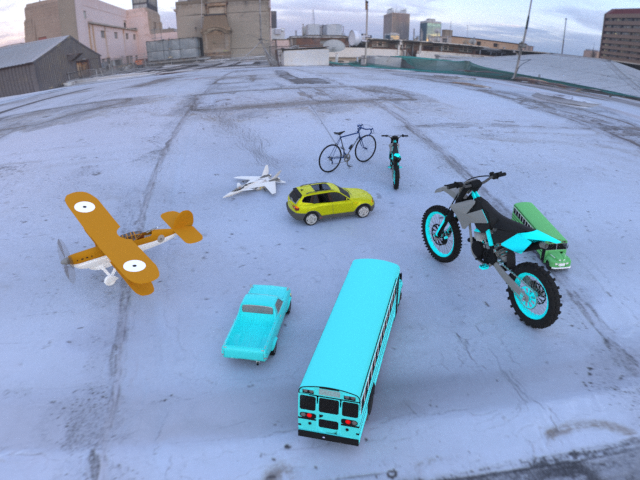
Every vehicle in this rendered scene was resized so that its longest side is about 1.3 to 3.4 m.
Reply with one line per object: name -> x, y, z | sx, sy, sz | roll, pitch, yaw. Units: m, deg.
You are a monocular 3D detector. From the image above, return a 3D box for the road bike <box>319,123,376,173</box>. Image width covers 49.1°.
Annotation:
road bike -> 0.584, -1.900, 14.383 | 1.545, 0.852, 0.358 | -20, 34, -33

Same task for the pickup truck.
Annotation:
pickup truck -> -0.800, 1.024, 9.161 | 0.640, 0.511, 1.603 | 4, 28, 8

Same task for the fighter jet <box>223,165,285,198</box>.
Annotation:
fighter jet -> -1.347, -1.089, 13.441 | 1.147, 0.286, 1.358 | 24, 36, 38

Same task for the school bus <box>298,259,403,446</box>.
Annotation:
school bus -> 0.485, 1.125, 8.609 | 0.709, 0.844, 3.322 | 7, 28, 12

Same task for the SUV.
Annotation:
SUV -> 0.189, -0.706, 12.393 | 1.572, 0.580, 0.656 | -9, 29, -16

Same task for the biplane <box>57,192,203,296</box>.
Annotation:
biplane -> -2.813, 0.070, 10.477 | 2.120, 0.981, 2.598 | -20, 34, -33

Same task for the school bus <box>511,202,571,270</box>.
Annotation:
school bus -> 3.583, -0.076, 11.346 | 0.365, 0.434, 1.708 | -3, 28, -6

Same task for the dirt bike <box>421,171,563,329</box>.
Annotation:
dirt bike -> 2.338, -0.007, 9.886 | 1.024, 1.666, 2.903 | -14, 31, -25

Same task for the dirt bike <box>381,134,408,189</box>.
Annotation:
dirt bike -> 1.471, -1.618, 13.838 | 0.527, 0.857, 1.493 | 1, 28, 1
